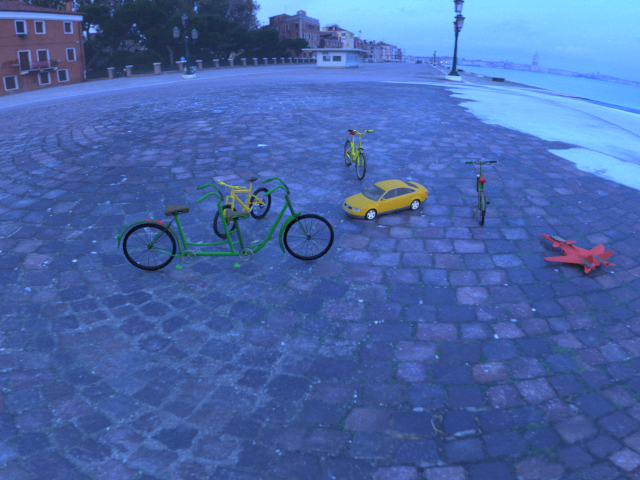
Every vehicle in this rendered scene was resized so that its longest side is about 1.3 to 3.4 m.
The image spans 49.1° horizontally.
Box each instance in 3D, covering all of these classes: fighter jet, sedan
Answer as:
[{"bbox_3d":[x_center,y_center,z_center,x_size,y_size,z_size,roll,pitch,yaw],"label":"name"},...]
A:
[{"bbox_3d":[3.886,0.082,10.871,1.147,0.286,1.358,-11,28,-22],"label":"fighter jet"},{"bbox_3d":[1.157,-0.765,12.417,1.613,0.483,0.635,-13,29,-26],"label":"sedan"}]

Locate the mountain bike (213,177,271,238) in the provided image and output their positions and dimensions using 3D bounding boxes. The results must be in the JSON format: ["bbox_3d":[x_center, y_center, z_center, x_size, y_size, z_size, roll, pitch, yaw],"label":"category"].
[{"bbox_3d":[-1.280,-0.605,11.636,0.573,0.868,1.469,16,30,30],"label":"mountain bike"}]

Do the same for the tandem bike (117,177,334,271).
[{"bbox_3d":[-1.370,-0.211,10.280,3.192,1.326,0.550,-3,26,-7],"label":"tandem bike"}]

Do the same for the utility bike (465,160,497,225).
[{"bbox_3d":[2.751,-0.878,12.116,0.535,0.946,1.435,4,26,8],"label":"utility bike"}]

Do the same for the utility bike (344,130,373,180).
[{"bbox_3d":[0.751,-1.832,14.114,0.535,0.946,1.435,-6,26,-13],"label":"utility bike"}]
